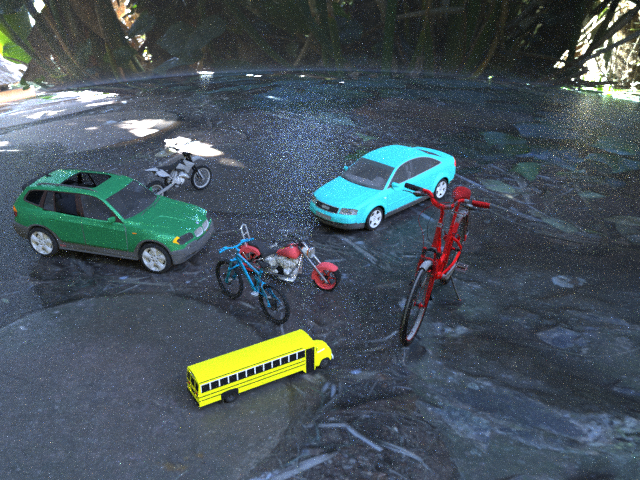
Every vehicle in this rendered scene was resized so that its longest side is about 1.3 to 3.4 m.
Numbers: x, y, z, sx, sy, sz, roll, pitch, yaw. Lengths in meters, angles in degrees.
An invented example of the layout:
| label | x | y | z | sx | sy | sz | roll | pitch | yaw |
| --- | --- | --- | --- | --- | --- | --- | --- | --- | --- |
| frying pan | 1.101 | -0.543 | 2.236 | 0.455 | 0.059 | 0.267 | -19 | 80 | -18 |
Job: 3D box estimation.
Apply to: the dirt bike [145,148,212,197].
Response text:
| label | x | y | z | sx | sy | sz | roll | pitch | yaw |
| --- | --- | --- | --- | --- | --- | --- | --- | --- | --- |
| dirt bike | -2.554 | -1.161 | 12.556 | 0.527 | 0.857 | 1.493 | 23 | 34 | 38 |

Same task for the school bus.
| label | x | y | z | sx | sy | sz | roll | pitch | yaw |
| --- | --- | --- | --- | --- | --- | --- | --- | --- | --- |
| school bus | -0.633 | 1.399 | 7.863 | 1.708 | 0.434 | 0.365 | -15 | 30 | -27 |

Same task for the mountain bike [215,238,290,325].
| label | x | y | z | sx | sy | sz | roll | pitch | yaw |
| --- | --- | --- | --- | --- | --- | --- | --- | --- | --- |
| mountain bike | -0.905 | 0.530 | 9.129 | 0.573 | 0.868 | 1.469 | -24 | 35 | -39 |

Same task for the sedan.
| label | x | y | z | sx | sy | sz | roll | pitch | yaw |
| --- | --- | --- | --- | --- | --- | --- | --- | --- | --- |
| sedan | 1.151 | -1.049 | 12.237 | 1.235 | 0.940 | 3.137 | 24 | 35 | 39 |

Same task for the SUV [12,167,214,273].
| label | x | y | z | sx | sy | sz | roll | pitch | yaw |
| --- | --- | --- | --- | --- | --- | --- | --- | --- | --- |
| SUV | -3.169 | -0.385 | 10.683 | 3.058 | 1.128 | 1.276 | 7 | 27 | 14 |

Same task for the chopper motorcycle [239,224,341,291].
| label | x | y | z | sx | sy | sz | roll | pitch | yaw |
| --- | --- | --- | --- | --- | --- | --- | --- | --- | --- |
| chopper motorcycle | -0.452 | 0.242 | 9.832 | 1.563 | 0.761 | 0.466 | 11 | 28 | 20 |

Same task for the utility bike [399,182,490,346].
| label | x | y | z | sx | sy | sz | roll | pitch | yaw |
| --- | --- | --- | --- | --- | --- | --- | --- | --- | --- |
| utility bike | 1.634 | 0.095 | 8.914 | 1.039 | 1.839 | 2.791 | 12 | 29 | 22 |
